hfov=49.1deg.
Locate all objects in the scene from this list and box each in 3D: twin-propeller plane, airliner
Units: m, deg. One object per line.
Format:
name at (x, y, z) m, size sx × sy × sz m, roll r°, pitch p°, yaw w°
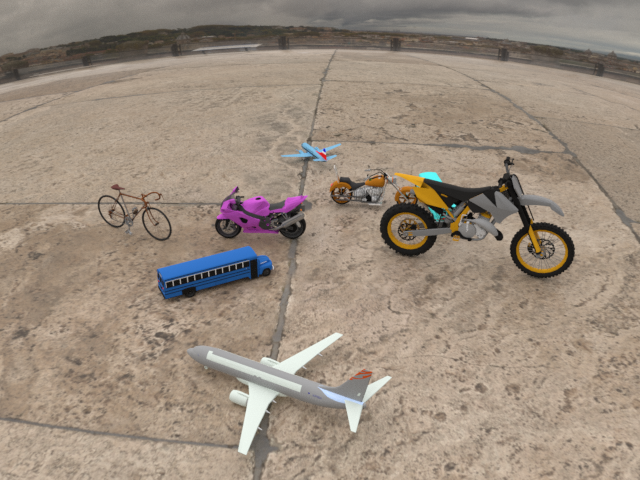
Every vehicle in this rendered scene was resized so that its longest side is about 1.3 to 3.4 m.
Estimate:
twin-propeller plane at (-0.124, -1.822, 14.205) m, size 1.370 × 0.407 × 1.095 m, roll -15°, pitch 33°, yaw -24°
airliner at (-0.530, 1.467, 8.082) m, size 2.541 × 0.835 × 2.257 m, roll 15°, pitch 33°, yaw 24°

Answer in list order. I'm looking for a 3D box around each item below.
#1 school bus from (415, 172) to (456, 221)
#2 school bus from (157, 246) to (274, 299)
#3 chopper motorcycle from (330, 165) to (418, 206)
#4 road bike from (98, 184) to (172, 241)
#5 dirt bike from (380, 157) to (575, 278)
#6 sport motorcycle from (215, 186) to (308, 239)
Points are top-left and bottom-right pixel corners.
school bus at (2.042, -0.768, 12.353) m, size 0.365 × 0.434 × 1.708 m, roll -4°, pitch 30°, yaw -7°
school bus at (-1.501, 0.452, 10.240) m, size 1.708 × 0.434 × 0.365 m, roll -15°, pitch 33°, yaw -24°
chopper motorcycle at (0.948, -0.934, 12.313) m, size 1.563 × 0.761 × 0.466 m, roll 3°, pitch 30°, yaw 5°
road bike at (-3.057, -0.476, 11.430) m, size 1.545 × 0.852 × 0.358 m, roll 15°, pitch 33°, yaw 24°
dirt bike at (2.314, -0.331, 10.364) m, size 2.903 × 1.666 × 1.024 m, roll 10°, pitch 31°, yaw 17°
sport motorcycle at (-0.953, -0.395, 11.320) m, size 1.520 × 0.821 × 0.506 m, roll 0°, pitch 30°, yaw 0°
